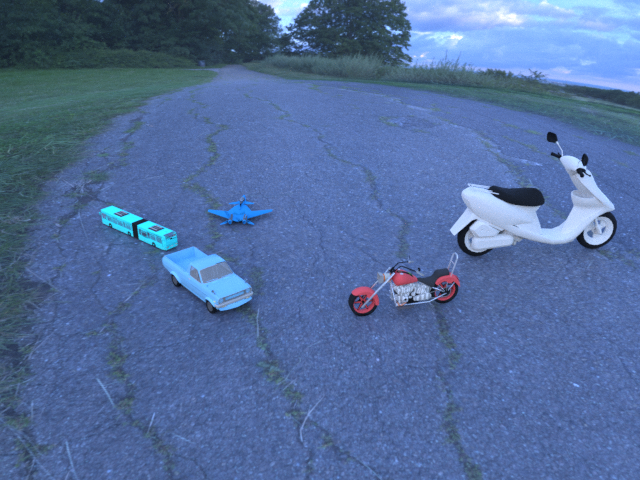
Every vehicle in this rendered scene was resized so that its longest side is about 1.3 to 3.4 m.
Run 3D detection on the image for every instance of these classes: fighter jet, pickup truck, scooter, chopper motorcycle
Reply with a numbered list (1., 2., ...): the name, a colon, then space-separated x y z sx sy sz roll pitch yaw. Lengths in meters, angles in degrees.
1. fighter jet: -1.421 -0.636 12.535 1.147 0.286 1.358 0 25 0
2. pickup truck: -1.617 0.488 9.915 0.640 0.511 1.603 -19 32 -35
3. scooter: 3.374 -0.617 10.752 2.721 1.786 1.288 -3 26 -7
4. chopper motorcycle: 1.148 0.592 9.403 1.563 0.761 0.466 -6 26 -13

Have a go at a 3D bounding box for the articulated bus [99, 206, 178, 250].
1. articulated bus: -3.031 -0.210 11.638 1.749 0.289 0.311 20 32 35
